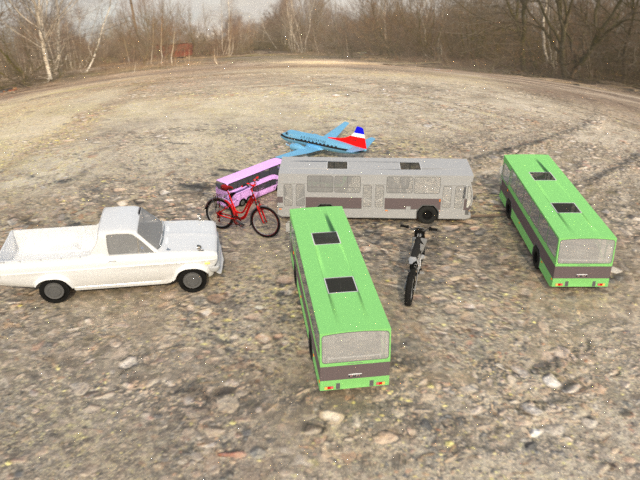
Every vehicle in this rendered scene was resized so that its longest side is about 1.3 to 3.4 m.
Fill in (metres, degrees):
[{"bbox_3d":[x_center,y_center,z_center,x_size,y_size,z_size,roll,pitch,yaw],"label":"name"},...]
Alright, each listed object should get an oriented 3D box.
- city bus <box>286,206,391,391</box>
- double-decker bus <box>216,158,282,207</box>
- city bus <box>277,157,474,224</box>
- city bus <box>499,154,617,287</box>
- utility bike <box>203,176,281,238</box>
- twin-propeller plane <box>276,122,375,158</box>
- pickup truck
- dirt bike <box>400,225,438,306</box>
[{"bbox_3d":[0.163,0.642,9.096,0.926,0.894,3.255,-4,28,-7],"label":"city bus"},{"bbox_3d":[-1.172,-1.056,12.749,0.389,0.541,1.672,22,35,36],"label":"double-decker bus"},{"bbox_3d":[0.919,-0.857,11.982,3.255,0.894,0.926,1,27,2],"label":"city bus"},{"bbox_3d":[3.612,-0.366,11.037,0.926,0.894,3.255,0,27,0],"label":"city bus"},{"bbox_3d":[-1.269,-0.573,11.379,1.435,0.946,0.535,11,29,20],"label":"utility bike"},{"bbox_3d":[0.043,-2.122,14.531,2.129,0.792,2.663,17,32,29],"label":"twin-propeller plane"},{"bbox_3d":[-2.966,0.117,10.001,3.117,0.993,1.244,-4,28,-8],"label":"pickup truck"},{"bbox_3d":[1.345,0.263,9.867,0.527,0.857,1.493,7,28,13],"label":"dirt bike"}]
